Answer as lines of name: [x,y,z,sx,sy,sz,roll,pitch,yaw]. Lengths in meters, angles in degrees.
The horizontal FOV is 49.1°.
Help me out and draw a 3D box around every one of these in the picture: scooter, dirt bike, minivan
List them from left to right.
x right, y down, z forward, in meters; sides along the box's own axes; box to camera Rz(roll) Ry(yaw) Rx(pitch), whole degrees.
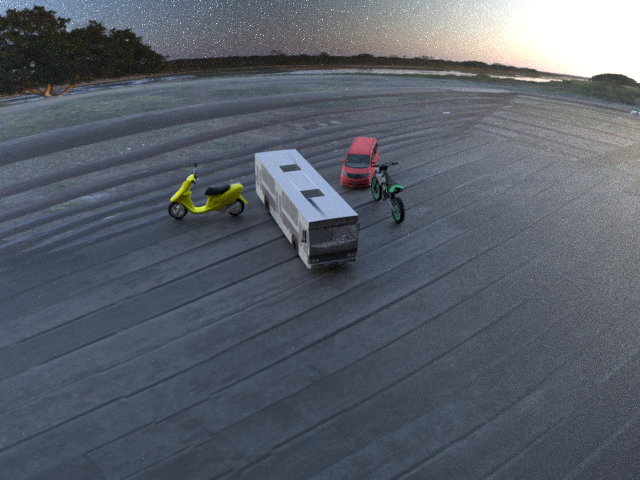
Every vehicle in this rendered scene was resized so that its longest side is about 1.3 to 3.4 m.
scooter: [-1.987,-0.825,12.286,1.399,0.919,0.662,-4,26,-7]
minivan: [0.822,-1.575,14.150,0.681,0.616,1.548,5,27,11]
dirt bike: [1.198,-0.906,12.520,0.527,0.857,1.493,-8,27,-15]

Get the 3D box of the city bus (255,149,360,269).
city bus: [-0.316,-0.588,11.832,0.926,0.894,3.255,-9,28,-17]
